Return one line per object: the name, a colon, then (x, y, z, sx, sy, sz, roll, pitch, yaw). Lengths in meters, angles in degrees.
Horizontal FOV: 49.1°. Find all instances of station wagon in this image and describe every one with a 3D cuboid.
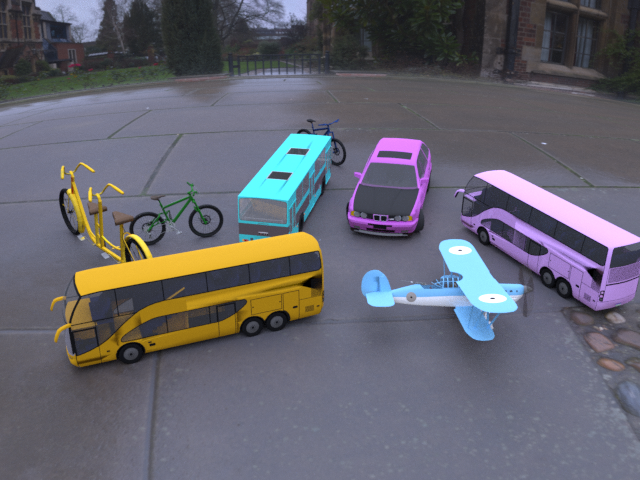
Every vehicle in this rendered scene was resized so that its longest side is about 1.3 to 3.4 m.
station wagon: (1.275, -1.038, 12.230, 1.327, 0.920, 3.105, 6, 26, 11)

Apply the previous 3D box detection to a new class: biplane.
biplane: (1.570, 0.638, 8.708, 2.120, 0.981, 2.598, 0, 26, -1)

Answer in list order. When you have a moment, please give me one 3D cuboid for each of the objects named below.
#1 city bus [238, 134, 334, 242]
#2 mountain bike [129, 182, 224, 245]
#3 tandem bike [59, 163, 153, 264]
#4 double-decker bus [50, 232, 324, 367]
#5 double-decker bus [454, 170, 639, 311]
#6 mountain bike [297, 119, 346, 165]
city bus: (-0.509, -0.899, 11.974, 0.926, 0.894, 3.255, 5, 26, 11)
mountain bike: (-2.242, -0.377, 10.927, 1.469, 0.868, 0.573, -8, 27, -17)
tandem bike: (-3.199, -0.283, 10.210, 0.550, 1.326, 3.192, -20, 32, -35)
double-decker bus: (-1.532, 0.700, 8.497, 3.251, 1.052, 0.756, -10, 28, -20)
double-decker bus: (3.192, -0.127, 10.202, 0.756, 1.052, 3.251, -11, 28, -22)
mountain bike: (0.000, -2.063, 14.401, 0.573, 0.868, 1.469, -23, 34, -39)
